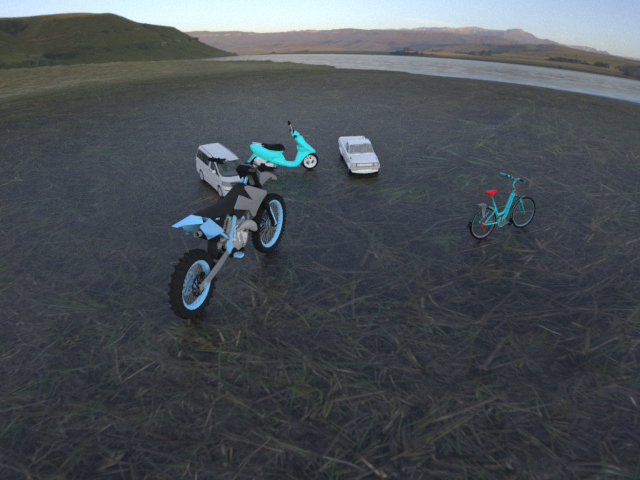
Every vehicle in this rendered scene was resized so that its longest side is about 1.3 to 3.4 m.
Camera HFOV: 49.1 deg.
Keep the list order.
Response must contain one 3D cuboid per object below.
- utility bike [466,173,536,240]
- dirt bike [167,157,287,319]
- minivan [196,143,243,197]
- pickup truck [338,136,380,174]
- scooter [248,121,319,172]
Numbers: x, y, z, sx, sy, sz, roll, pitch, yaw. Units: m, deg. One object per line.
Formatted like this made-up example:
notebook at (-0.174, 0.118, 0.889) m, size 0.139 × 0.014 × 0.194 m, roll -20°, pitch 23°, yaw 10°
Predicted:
utility bike at (2.863, -0.552, 11.075) m, size 1.435 × 0.946 × 0.535 m, roll -14°, pitch 29°, yaw -26°
dirt bike at (-1.191, -0.184, 9.503) m, size 1.024 × 1.666 × 2.903 m, roll 12°, pitch 28°, yaw 22°
minivan at (-1.787, -1.298, 12.977) m, size 0.681 × 0.616 × 1.548 m, roll -14°, pitch 29°, yaw -26°
pickup truck at (0.767, -1.777, 14.075) m, size 0.640 × 0.511 × 1.603 m, roll -3°, pitch 26°, yaw -7°
scooter at (-0.717, -1.779, 13.613) m, size 1.399 × 0.919 × 0.662 m, roll -5°, pitch 26°, yaw -9°
